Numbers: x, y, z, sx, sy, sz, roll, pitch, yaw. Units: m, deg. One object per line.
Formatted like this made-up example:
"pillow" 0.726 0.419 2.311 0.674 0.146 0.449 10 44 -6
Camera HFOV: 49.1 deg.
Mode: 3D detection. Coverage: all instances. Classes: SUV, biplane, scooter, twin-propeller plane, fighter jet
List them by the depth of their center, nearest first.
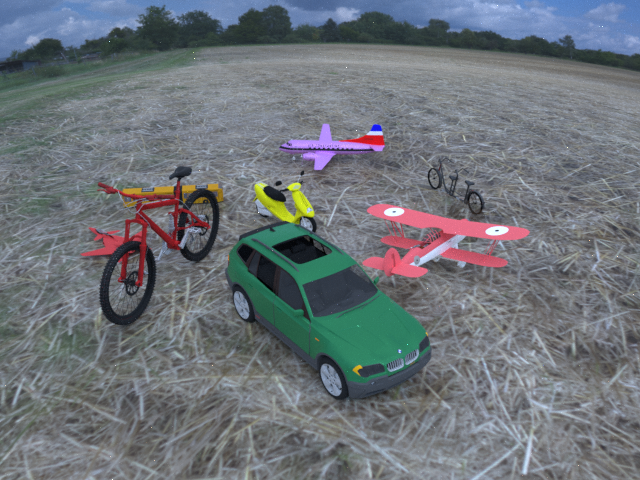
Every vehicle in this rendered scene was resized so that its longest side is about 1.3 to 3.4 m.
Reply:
"SUV" 0.000 0.716 8.546 1.276 1.128 3.058 -19 33 -32
"biplane" 1.530 0.077 9.925 2.598 0.981 2.120 23 35 37
"fighter jet" -3.270 -0.062 10.936 1.358 0.286 1.147 24 36 37
"scooter" -0.590 -0.659 11.394 1.399 0.919 0.662 22 35 35
"twin-propeller plane" 0.230 -1.948 13.990 2.129 0.792 2.663 2 28 3

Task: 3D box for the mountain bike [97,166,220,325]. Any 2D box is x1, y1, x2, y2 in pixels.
"mountain bike" -2.114 -0.103 9.506 1.114 1.688 2.857 10 29 19

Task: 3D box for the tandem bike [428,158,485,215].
"tandem bike" 2.371 -0.991 12.283 0.283 0.682 1.642 -13 30 -23

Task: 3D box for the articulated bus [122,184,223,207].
"articulated bus" -2.587 -0.783 12.310 1.749 0.289 0.311 -4 28 -7
